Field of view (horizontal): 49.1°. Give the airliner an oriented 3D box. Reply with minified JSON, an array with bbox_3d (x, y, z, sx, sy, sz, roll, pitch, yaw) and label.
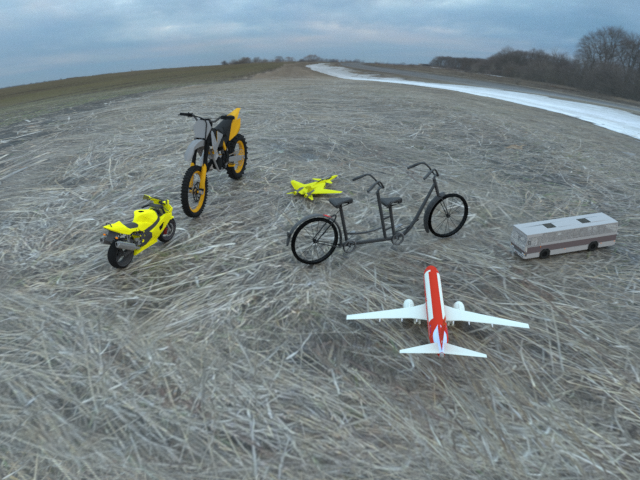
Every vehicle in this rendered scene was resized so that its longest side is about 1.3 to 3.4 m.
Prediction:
[{"bbox_3d":[1.487,0.732,8.934,2.257,0.835,2.541,2,26,5],"label":"airliner"}]

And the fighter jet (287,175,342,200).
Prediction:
[{"bbox_3d":[-0.018,-1.132,13.494,1.147,0.286,1.358,16,30,30],"label":"fighter jet"}]

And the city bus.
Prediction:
[{"bbox_3d":[3.842,-0.055,11.027,1.674,0.460,0.476,-8,27,-16],"label":"city bus"}]

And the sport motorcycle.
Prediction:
[{"bbox_3d":[-2.748,-0.150,10.805,0.506,0.821,1.520,13,28,25],"label":"sport motorcycle"}]

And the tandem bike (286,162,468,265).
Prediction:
[{"bbox_3d":[0.965,-0.430,10.806,3.192,1.326,0.550,-11,27,-21],"label":"tandem bike"}]

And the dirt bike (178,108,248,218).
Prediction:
[{"bbox_3d":[-1.897,-1.579,12.829,1.024,1.666,2.903,7,26,13],"label":"dirt bike"}]
